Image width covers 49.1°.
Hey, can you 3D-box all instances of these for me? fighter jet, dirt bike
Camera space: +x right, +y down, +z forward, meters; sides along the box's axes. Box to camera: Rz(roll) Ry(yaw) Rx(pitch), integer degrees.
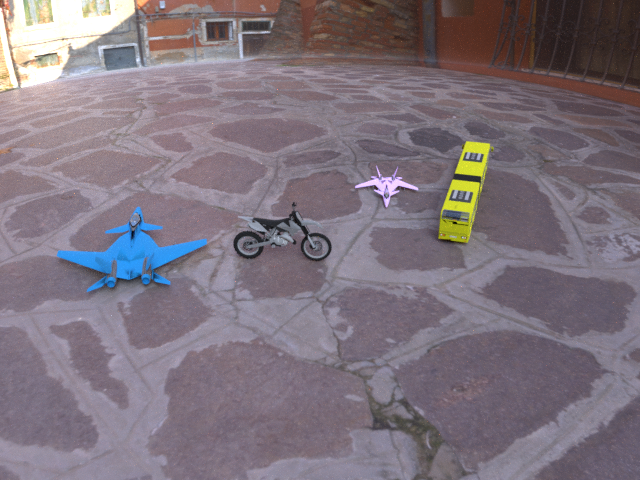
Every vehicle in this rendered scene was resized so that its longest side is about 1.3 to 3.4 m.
[{"bbox_3d":[1.213,-0.965,12.707,1.147,0.286,1.358,2,28,4],"label":"fighter jet"},{"bbox_3d":[-2.891,-0.104,10.818,2.229,0.557,2.640,-5,29,-9],"label":"fighter jet"},{"bbox_3d":[-0.567,-0.084,10.463,1.493,0.857,0.527,2,28,4],"label":"dirt bike"}]

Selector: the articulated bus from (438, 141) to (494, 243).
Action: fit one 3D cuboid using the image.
[{"bbox_3d":[2.596,-0.935,12.360,0.605,0.561,3.401,8,29,15],"label":"articulated bus"}]
